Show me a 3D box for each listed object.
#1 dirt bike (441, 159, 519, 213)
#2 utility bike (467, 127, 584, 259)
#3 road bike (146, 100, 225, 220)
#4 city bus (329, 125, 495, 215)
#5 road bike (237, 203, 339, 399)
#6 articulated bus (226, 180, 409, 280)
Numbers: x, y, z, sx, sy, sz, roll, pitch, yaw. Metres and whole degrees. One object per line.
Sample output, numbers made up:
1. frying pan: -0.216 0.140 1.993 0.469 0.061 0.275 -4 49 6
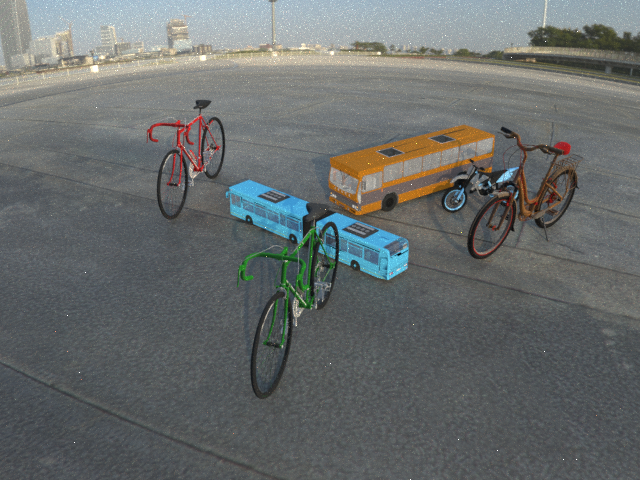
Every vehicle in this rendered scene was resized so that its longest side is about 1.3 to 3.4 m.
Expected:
1. dirt bike: 2.768 -0.908 11.869 1.493 0.857 0.527 -7 28 -14
2. utility bike: 3.248 -0.758 10.490 2.791 1.839 1.039 -21 34 -35
3. road bike: -2.210 -1.540 12.233 0.697 1.656 3.004 6 28 12
4. city bus: 1.693 -1.265 12.534 3.255 0.894 0.926 -18 32 -31
5. road bike: -0.218 0.509 8.193 0.697 1.656 3.004 8 28 16
6. articulated bus: -0.141 -0.221 10.842 3.401 0.561 0.605 23 35 37
